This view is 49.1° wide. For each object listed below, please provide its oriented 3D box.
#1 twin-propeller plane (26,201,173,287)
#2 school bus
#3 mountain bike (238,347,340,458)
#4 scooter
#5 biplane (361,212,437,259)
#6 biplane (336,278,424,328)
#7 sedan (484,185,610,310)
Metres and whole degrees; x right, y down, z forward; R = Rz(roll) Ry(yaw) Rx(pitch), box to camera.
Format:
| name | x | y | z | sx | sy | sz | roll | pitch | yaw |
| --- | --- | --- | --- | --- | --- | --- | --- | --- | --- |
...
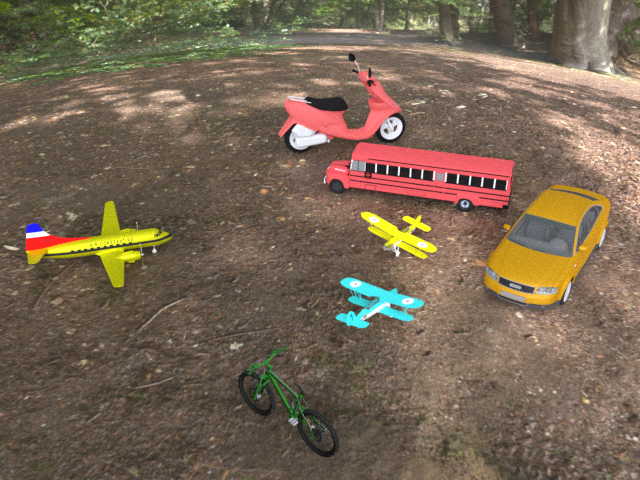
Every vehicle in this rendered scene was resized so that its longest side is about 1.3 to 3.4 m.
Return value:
| name | x | y | z | sx | sy | sz | roll | pitch | yaw |
| --- | --- | --- | --- | --- | --- | --- | --- | --- | --- |
| twin-propeller plane | -3.311 | -0.025 | 10.552 | 2.129 | 0.792 | 2.663 | -9 | 32 | -15 |
| school bus | 1.704 | -1.148 | 12.414 | 3.322 | 0.844 | 0.709 | 9 | 32 | 15 |
| mountain bike | -0.364 | 1.730 | 7.485 | 1.469 | 0.868 | 0.573 | 24 | 38 | 35 |
| scooter | 0.488 | -2.701 | 14.132 | 2.721 | 1.786 | 1.288 | -8 | 31 | -14 |
| biplane | 1.298 | -0.070 | 10.914 | 1.336 | 0.504 | 1.090 | 21 | 37 | 32 |
| biplane | 0.695 | 0.880 | 9.294 | 1.336 | 0.504 | 1.090 | 25 | 39 | 36 |
| sedan | 3.458 | -0.059 | 10.464 | 1.235 | 0.940 | 3.137 | 18 | 35 | 28 |
